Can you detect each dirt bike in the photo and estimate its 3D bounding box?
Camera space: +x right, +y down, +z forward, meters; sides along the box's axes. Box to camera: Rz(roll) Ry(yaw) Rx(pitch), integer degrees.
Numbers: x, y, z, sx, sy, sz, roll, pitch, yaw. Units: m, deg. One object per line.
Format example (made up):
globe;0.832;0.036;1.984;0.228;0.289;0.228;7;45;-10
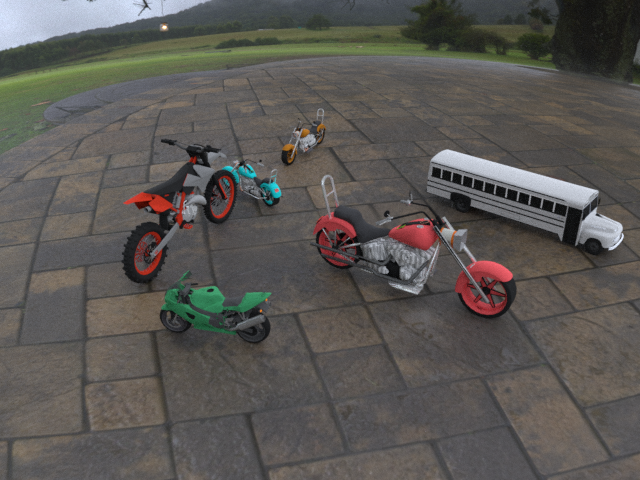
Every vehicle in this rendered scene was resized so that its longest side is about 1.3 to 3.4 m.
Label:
dirt bike;-2.099;-0.596;10.715;1.024;1.666;2.903;13;32;22

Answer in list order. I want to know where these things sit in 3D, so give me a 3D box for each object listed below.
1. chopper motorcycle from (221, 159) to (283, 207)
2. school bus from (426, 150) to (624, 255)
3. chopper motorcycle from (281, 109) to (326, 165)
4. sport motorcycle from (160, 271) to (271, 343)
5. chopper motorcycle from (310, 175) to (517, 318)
chopper motorcycle;-1.265;-1.116;12.545;0.466;0.761;1.563;-26;39;-38
school bus;3.383;-0.686;11.706;3.322;0.844;0.709;22;36;33
chopper motorcycle;-0.329;-2.117;14.305;0.466;0.761;1.563;16;33;26
sport motorcycle;-1.346;0.901;8.938;1.520;0.821;0.506;6;30;10
chopper motorcycle;1.250;0.070;9.733;3.040;1.480;0.906;16;33;26
